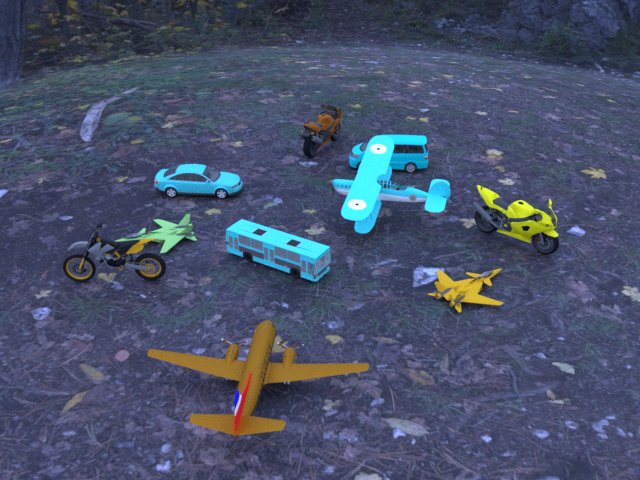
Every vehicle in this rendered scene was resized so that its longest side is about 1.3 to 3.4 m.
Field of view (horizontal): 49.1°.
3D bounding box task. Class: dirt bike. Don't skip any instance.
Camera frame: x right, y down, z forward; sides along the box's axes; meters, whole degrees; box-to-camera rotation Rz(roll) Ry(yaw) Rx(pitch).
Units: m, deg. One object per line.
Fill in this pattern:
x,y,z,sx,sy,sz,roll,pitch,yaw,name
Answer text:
-3.015,0.241,10.183,1.493,0.857,0.527,-1,30,-2,dirt bike

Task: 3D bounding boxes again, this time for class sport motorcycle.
3.142,-0.330,11.209,1.520,0.821,0.506,25,38,36,sport motorcycle
0.056,-2.295,14.614,0.506,0.821,1.520,15,33,25,sport motorcycle

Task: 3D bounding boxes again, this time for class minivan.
1.361,-1.737,13.851,1.548,0.616,0.681,2,30,4,minivan

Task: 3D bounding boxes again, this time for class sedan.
-2.239,-1.116,12.907,1.613,0.483,0.635,2,30,3,sedan

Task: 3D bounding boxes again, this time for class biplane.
1.136,-0.817,11.893,2.120,0.981,2.598,8,31,13,biplane

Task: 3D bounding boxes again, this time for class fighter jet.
-2.727,-0.121,11.382,1.358,0.286,1.147,-9,31,-15,fighter jet
2.237,0.584,10.159,1.358,0.286,1.147,-23,37,-35,fighter jet

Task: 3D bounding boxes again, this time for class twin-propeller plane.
-0.769,1.463,8.131,2.663,0.792,2.129,3,30,5,twin-propeller plane

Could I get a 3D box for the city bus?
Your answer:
-0.654,0.164,10.714,1.674,0.460,0.476,17,34,27,city bus
